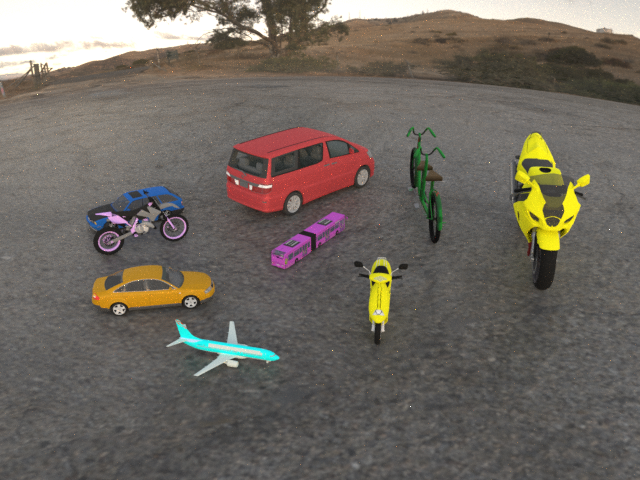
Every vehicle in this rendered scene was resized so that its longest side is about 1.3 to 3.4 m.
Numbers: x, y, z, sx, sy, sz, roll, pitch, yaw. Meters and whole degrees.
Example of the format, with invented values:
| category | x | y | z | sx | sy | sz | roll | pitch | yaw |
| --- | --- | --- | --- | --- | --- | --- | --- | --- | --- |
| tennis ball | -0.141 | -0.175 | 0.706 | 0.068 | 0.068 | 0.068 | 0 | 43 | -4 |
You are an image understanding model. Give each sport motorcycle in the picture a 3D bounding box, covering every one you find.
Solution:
| category | x | y | z | sx | sy | sz | roll | pitch | yaw |
| --- | --- | --- | --- | --- | --- | --- | --- | --- | --- |
| sport motorcycle | 3.282 | -0.515 | 10.480 | 0.983 | 1.596 | 2.955 | 4 | 26 | 9 |

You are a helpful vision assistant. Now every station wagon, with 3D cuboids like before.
| category | x | y | z | sx | sy | sz | roll | pitch | yaw |
| --- | --- | --- | --- | --- | --- | --- | --- | --- | --- |
| station wagon | -3.139 | -0.551 | 11.852 | 1.597 | 0.473 | 0.682 | -15 | 29 | -28 |

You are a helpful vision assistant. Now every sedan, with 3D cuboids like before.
| category | x | y | z | sx | sy | sz | roll | pitch | yaw |
| --- | --- | --- | --- | --- | --- | --- | --- | --- | --- |
| sedan | -2.232 | 0.619 | 9.403 | 1.613 | 0.483 | 0.635 | -5 | 26 | -10 |

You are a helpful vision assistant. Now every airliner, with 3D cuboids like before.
| category | x | y | z | sx | sy | sz | roll | pitch | yaw |
| --- | --- | --- | --- | --- | --- | --- | --- | --- | --- |
| airliner | -1.107 | 1.201 | 8.253 | 1.307 | 0.429 | 1.161 | 6 | 26 | 12 |

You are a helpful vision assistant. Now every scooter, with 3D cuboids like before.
| category | x | y | z | sx | sy | sz | roll | pitch | yaw |
| --- | --- | --- | --- | --- | --- | --- | --- | --- | --- |
| scooter | 0.764 | 0.619 | 8.900 | 0.662 | 0.919 | 1.399 | 3 | 26 | 6 |

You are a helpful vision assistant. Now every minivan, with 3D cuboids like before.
| category | x | y | z | sx | sy | sz | roll | pitch | yaw |
| --- | --- | --- | --- | --- | --- | --- | --- | --- | --- |
| minivan | -0.268 | -1.398 | 12.781 | 1.324 | 1.197 | 3.011 | 23 | 34 | 39 |

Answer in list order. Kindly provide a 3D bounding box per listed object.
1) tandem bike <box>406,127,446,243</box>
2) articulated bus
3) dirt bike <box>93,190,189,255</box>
| category | x | y | z | sx | sy | sz | roll | pitch | yaw |
| --- | --- | --- | --- | --- | --- | --- | --- | --- | --- |
| tandem bike | 1.790 | -1.071 | 11.952 | 0.550 | 1.326 | 3.192 | 0 | 26 | -1 |
| articulated bus | -0.146 | -0.014 | 10.947 | 0.311 | 0.289 | 1.749 | 15 | 30 | 29 |
| dirt bike | -2.768 | -0.267 | 10.818 | 1.493 | 0.857 | 0.527 | -12 | 28 | -24 |
